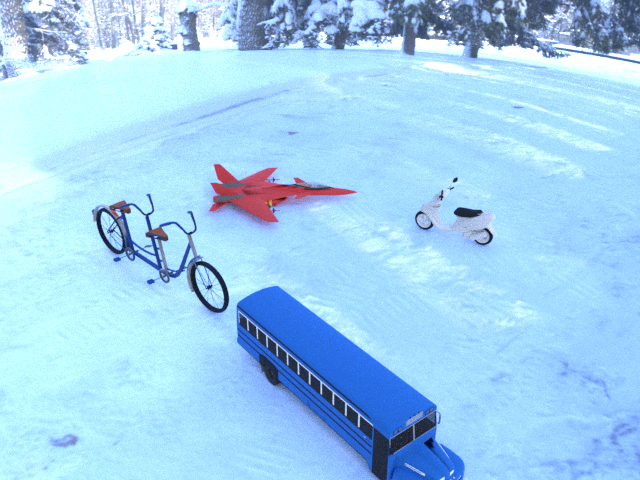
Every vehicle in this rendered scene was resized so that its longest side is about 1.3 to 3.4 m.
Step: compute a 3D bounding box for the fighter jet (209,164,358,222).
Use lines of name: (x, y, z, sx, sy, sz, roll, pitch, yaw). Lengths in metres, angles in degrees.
fighter jet: (-0.637, -0.976, 12.565, 2.640, 0.557, 2.229, -2, 30, -3)

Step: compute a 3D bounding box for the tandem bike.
tandem bike: (-2.399, 0.003, 10.095, 3.192, 1.326, 0.550, 24, 38, 36)

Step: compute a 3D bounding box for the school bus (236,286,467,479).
school bus: (0.238, 1.625, 7.763, 0.709, 0.844, 3.322, -22, 36, -32)

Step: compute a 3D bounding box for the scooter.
scooter: (2.198, -0.450, 11.289, 1.399, 0.919, 0.662, 17, 34, 26)
